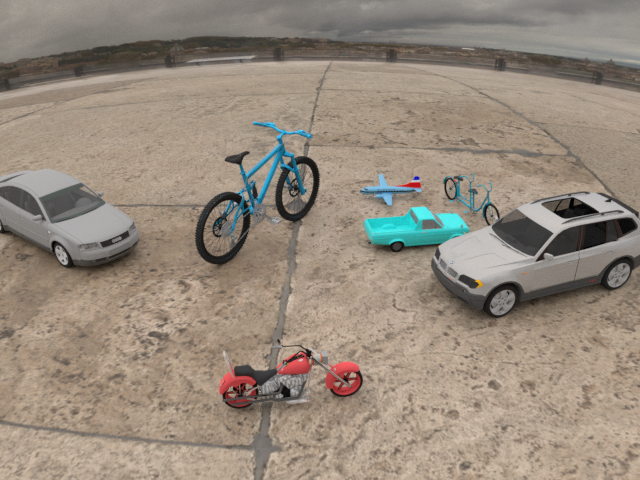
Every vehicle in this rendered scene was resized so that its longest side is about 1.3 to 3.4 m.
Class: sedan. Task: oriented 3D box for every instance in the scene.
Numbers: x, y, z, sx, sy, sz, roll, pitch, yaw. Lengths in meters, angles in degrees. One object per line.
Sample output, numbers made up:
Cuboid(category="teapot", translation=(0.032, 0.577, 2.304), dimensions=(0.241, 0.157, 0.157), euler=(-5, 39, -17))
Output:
Cuboid(category="sedan", translation=(-4.126, -0.486, 10.948), dimensions=(3.137, 0.940, 1.235), euler=(20, 34, 33))

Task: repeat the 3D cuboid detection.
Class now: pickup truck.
Cuboid(category="pickup truck", translation=(1.498, -0.204, 10.874), dimensions=(1.603, 0.511, 0.640), euler=(-5, 28, -9))

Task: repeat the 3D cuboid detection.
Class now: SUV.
Cuboid(category="SUV", translation=(3.050, 0.093, 9.646), dimensions=(3.058, 1.128, 1.276), euler=(-10, 29, -19))

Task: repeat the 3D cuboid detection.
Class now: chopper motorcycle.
Cuboid(category="chopper motorcycle", translation=(-0.303, 1.427, 7.504), dimensions=(1.563, 0.761, 0.466), euler=(-6, 28, -10))

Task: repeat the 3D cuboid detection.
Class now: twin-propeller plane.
Cuboid(category="twin-propeller plane", translation=(1.244, -0.931, 12.367), dimensions=(1.095, 0.407, 1.370), euler=(-1, 28, -2))

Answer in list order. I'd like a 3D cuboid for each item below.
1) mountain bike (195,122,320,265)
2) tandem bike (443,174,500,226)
Cuboid(category="mountain bike", translation=(-0.874, -0.767, 10.680), dimensions=(1.114, 1.688, 2.857), euler=(19, 33, 31))
Cuboid(category="tandem bike", translation=(2.537, -0.775, 11.775), dimensions=(0.283, 0.682, 1.642), euler=(-11, 30, -21))
